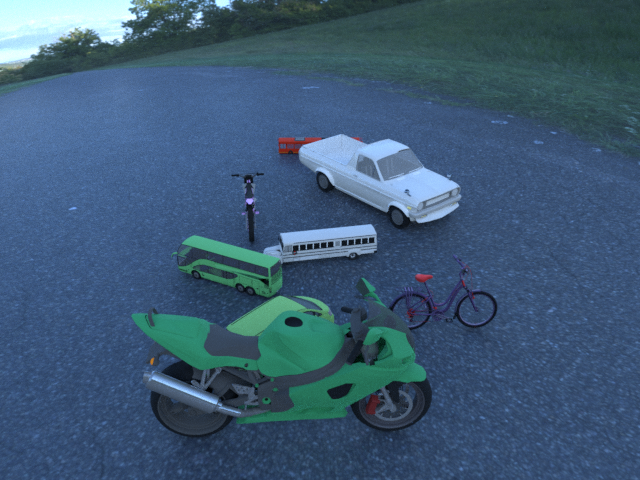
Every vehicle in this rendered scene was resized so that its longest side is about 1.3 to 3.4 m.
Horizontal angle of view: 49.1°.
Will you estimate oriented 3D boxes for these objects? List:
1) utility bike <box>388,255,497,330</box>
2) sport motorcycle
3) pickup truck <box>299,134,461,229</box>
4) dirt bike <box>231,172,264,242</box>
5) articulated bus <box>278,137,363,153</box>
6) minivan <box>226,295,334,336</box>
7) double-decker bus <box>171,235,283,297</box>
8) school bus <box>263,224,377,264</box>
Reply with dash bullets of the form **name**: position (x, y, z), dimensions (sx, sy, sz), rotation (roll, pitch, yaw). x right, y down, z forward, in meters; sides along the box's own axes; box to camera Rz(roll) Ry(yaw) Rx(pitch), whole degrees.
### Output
- **utility bike**: position (1.543, 0.690, 8.856), dimensions (1.435, 0.946, 0.535), rotation (-1, 29, -2)
- **sport motorcycle**: position (-0.319, 1.311, 7.043), dimensions (2.955, 1.596, 0.983), rotation (-1, 29, -1)
- **pickup truck**: position (0.980, -1.215, 12.291), dimensions (1.244, 0.993, 3.117), rotation (-22, 35, -34)
- **dirt bike**: position (-1.146, -0.617, 11.340), dimensions (0.527, 0.857, 1.493), rotation (-3, 29, -6)
- **articulated bus**: position (0.004, -1.937, 14.346), dimensions (1.749, 0.289, 0.311), rotation (0, 29, 0)
- **minivan**: position (-0.475, 1.063, 8.519), dimensions (0.681, 0.616, 1.548), rotation (22, 36, 34)
- **double-decker bus**: position (-1.315, 0.354, 9.893), dimensions (1.672, 0.541, 0.389), rotation (14, 32, 24)
- **school bus**: position (-0.007, 0.083, 10.500), dimensions (1.708, 0.434, 0.365), rotation (-6, 29, -11)
